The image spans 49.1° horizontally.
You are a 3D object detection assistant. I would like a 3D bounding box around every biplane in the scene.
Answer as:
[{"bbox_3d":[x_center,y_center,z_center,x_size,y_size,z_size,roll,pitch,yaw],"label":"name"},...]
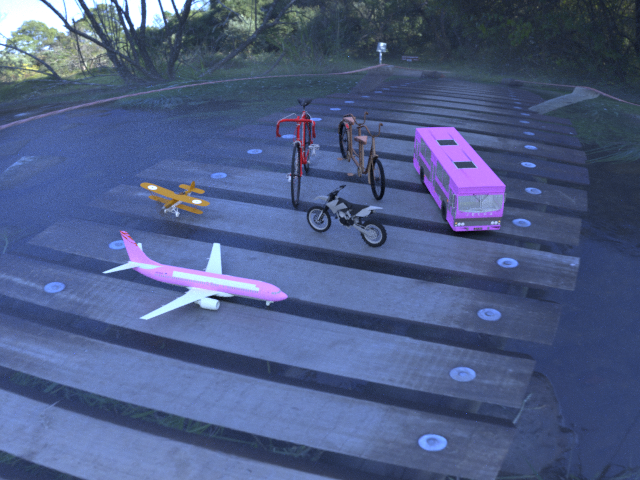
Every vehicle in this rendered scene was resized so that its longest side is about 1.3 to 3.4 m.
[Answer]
[{"bbox_3d":[-2.482,-0.739,12.445,1.336,0.504,1.090,10,28,19],"label":"biplane"}]

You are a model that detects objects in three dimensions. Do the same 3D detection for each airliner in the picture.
[{"bbox_3d":[-1.657,0.402,9.759,2.541,0.835,2.257,8,27,15],"label":"airliner"}]

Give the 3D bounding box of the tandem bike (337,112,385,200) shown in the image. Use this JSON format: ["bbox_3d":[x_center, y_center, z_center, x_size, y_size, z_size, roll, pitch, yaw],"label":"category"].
[{"bbox_3d":[0.788,-1.874,13.816,0.550,1.326,3.192,-6,27,-12],"label":"tandem bike"}]

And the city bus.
[{"bbox_3d":[2.457,-1.166,12.868,0.926,0.894,3.255,-2,26,-5],"label":"city bus"}]

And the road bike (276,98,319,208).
[{"bbox_3d":[-0.346,-1.786,13.264,0.697,1.656,3.004,2,26,5],"label":"road bike"}]

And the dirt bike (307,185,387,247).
[{"bbox_3d":[0.415,-0.395,11.349,1.493,0.857,0.527,15,30,28],"label":"dirt bike"}]
